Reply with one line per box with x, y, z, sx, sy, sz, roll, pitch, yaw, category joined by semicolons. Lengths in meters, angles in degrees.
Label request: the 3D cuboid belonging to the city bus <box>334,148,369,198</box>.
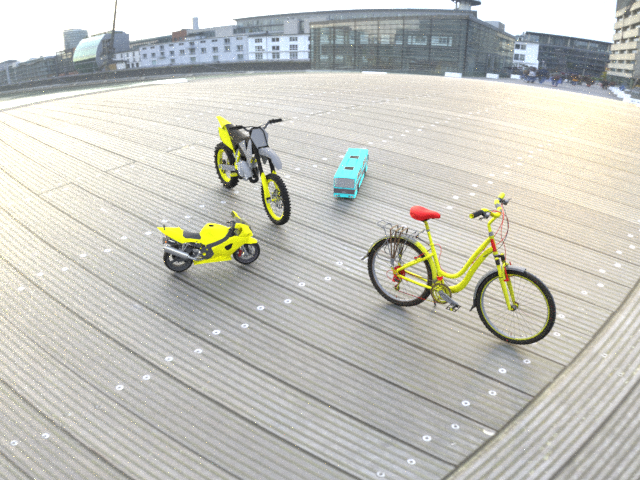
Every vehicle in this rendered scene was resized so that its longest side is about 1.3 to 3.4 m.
0.624;-1.314;13.813;0.476;0.460;1.674;5;27;11;city bus

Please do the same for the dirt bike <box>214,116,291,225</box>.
-1.276;-1.411;12.669;1.024;1.666;2.903;-16;31;-28;dirt bike

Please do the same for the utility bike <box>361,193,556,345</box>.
1.808;0.235;9.230;2.791;1.839;1.039;17;31;30;utility bike

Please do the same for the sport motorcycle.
-1.674;0.059;10.703;1.520;0.821;0.506;-6;27;-12;sport motorcycle
